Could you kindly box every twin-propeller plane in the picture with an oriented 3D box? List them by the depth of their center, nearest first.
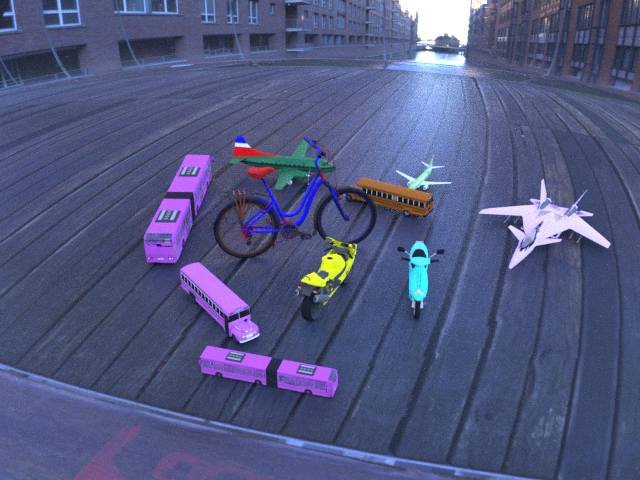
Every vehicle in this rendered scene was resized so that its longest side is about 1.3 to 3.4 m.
[{"bbox_3d":[-0.713,-1.634,13.978,2.129,0.792,2.663,5,30,9],"label":"twin-propeller plane"}]

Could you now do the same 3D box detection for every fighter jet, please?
[{"bbox_3d":[3.682,-0.244,11.746,2.229,0.557,2.640,18,34,29],"label":"fighter jet"}]

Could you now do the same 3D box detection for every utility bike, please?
[{"bbox_3d":[-0.445,-0.665,11.186,2.791,1.839,1.039,-6,30,-11],"label":"utility bike"}]

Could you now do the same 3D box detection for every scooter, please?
[{"bbox_3d":[1.435,0.434,10.169,0.662,0.919,1.399,4,30,6],"label":"scooter"}]

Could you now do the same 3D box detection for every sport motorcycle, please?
[{"bbox_3d":[0.127,0.537,10.086,0.506,0.821,1.520,14,32,24],"label":"sport motorcycle"}]

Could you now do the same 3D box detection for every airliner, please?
[{"bbox_3d":[1.976,-1.271,13.701,1.161,0.429,1.307,16,33,25],"label":"airliner"}]

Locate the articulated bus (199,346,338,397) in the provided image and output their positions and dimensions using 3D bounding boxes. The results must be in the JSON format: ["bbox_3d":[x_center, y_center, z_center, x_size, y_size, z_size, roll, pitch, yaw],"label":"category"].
[{"bbox_3d":[-0.653,1.627,8.691,1.749,0.289,0.311,8,30,14],"label":"articulated bus"}]

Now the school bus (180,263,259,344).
[{"bbox_3d":[-1.429,0.876,9.879,0.365,0.434,1.708,-20,35,-31],"label":"school bus"}]

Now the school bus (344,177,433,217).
[{"bbox_3d":[1.232,-0.800,12.859,1.708,0.434,0.365,17,33,27],"label":"school bus"}]

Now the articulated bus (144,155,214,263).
[{"bbox_3d":[-2.453,-0.649,12.461,0.605,0.561,3.401,1,29,2],"label":"articulated bus"}]
